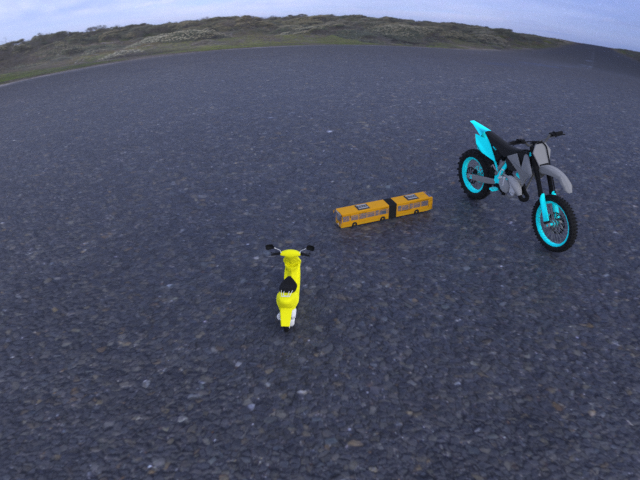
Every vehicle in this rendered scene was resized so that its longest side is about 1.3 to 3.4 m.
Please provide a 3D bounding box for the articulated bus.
[{"bbox_3d":[1.087,-0.519,11.870,1.749,0.289,0.311,-12,33,-19],"label":"articulated bus"}]

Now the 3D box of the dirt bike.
[{"bbox_3d":[3.182,-1.026,11.374,1.024,1.666,2.903,-14,33,-22],"label":"dirt bike"}]

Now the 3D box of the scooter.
[{"bbox_3d":[-0.410,0.545,9.449,0.662,0.919,1.399,1,31,2],"label":"scooter"}]
